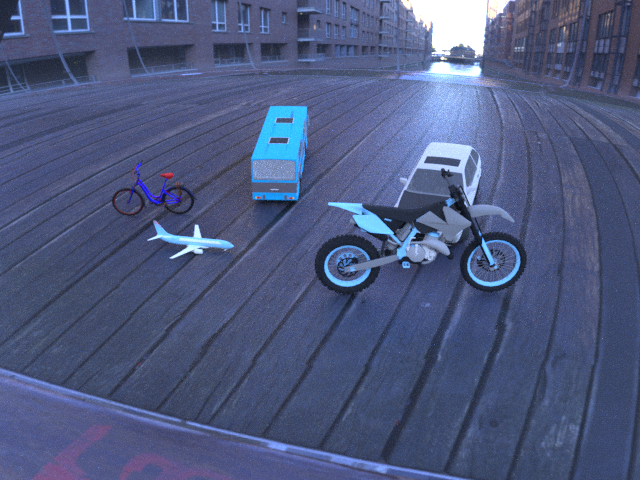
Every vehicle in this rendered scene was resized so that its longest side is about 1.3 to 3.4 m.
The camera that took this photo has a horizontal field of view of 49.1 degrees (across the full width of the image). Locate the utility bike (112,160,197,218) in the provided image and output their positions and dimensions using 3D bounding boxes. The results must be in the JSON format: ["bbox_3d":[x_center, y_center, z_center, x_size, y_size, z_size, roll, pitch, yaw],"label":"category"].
[{"bbox_3d":[-2.809,-0.821,11.792,1.435,0.946,0.535,-2,27,-4],"label":"utility bike"}]

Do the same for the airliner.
[{"bbox_3d":[-1.972,-0.060,10.866,1.307,0.429,1.161,5,27,9],"label":"airliner"}]

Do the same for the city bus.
[{"bbox_3d":[-0.727,-1.711,13.599,0.926,0.894,3.255,1,27,2],"label":"city bus"}]

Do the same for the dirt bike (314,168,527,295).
[{"bbox_3d":[1.376,-0.017,9.418,2.903,1.666,1.024,0,27,-1],"label":"dirt bike"}]

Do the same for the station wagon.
[{"bbox_3d":[2.049,-0.904,11.983,1.327,0.920,3.105,8,28,16],"label":"station wagon"}]
